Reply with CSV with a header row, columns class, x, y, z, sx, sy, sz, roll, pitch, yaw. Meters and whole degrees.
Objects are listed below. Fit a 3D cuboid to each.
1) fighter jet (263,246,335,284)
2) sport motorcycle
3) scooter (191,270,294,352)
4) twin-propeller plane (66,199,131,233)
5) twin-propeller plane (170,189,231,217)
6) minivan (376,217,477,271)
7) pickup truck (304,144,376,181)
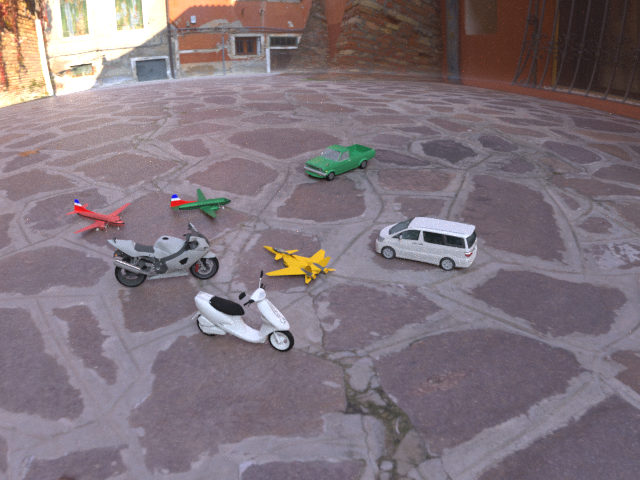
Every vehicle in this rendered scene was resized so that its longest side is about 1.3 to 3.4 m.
class,x,y,z,sx,sy,sz,roll,pitch,yaw
fighter jet,-0.438,0.239,10.725,1.147,0.286,1.358,-23,34,-38
sport motorcycle,-2.231,0.255,10.089,1.520,0.821,0.506,-5,27,-10
scooter,-0.976,0.892,8.692,1.399,0.919,0.662,9,28,18
twin-propeller plane,-3.775,-0.431,11.943,1.095,0.407,1.370,12,29,23
twin-propeller plane,-2.116,-0.685,12.456,1.095,0.407,1.370,-10,28,-19
minivan,1.634,-0.003,10.842,1.548,0.616,0.681,11,28,21
pickup truck,0.420,-1.670,14.332,1.603,0.511,0.640,-24,35,-39
